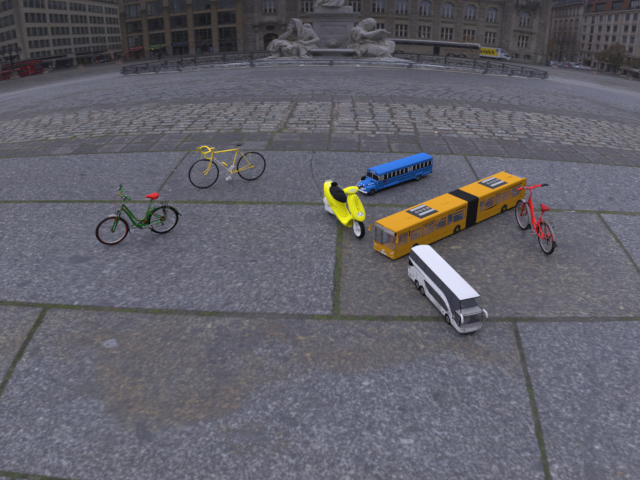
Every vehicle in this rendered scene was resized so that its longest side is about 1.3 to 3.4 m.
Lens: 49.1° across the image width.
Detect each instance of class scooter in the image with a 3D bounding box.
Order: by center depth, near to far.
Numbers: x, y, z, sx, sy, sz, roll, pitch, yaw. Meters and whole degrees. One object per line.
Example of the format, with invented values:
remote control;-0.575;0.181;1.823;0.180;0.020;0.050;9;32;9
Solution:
scooter;0.404;-0.669;11.851;0.662;0.919;1.399;-13;31;-23

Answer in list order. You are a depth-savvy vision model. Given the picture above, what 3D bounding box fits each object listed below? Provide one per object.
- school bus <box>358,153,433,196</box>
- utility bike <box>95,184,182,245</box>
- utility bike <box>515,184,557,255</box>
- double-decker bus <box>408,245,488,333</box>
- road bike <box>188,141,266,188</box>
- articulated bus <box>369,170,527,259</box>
school bus;1.445;-1.278;13.498;1.708;0.434;0.365;-19;34;-32
utility bike;-2.931;-0.410;11.340;1.435;0.946;0.535;-15;31;-25
utility bike;3.446;-0.388;11.299;0.535;0.946;1.435;-5;29;-10
double-decker bus;1.733;0.673;9.751;0.389;0.541;1.672;-9;30;-17
road bike;-1.769;-1.457;13.390;1.545;0.852;0.358;-12;30;-21
articulated bus;2.269;-0.482;11.881;3.401;0.561;0.605;-21;35;-34
